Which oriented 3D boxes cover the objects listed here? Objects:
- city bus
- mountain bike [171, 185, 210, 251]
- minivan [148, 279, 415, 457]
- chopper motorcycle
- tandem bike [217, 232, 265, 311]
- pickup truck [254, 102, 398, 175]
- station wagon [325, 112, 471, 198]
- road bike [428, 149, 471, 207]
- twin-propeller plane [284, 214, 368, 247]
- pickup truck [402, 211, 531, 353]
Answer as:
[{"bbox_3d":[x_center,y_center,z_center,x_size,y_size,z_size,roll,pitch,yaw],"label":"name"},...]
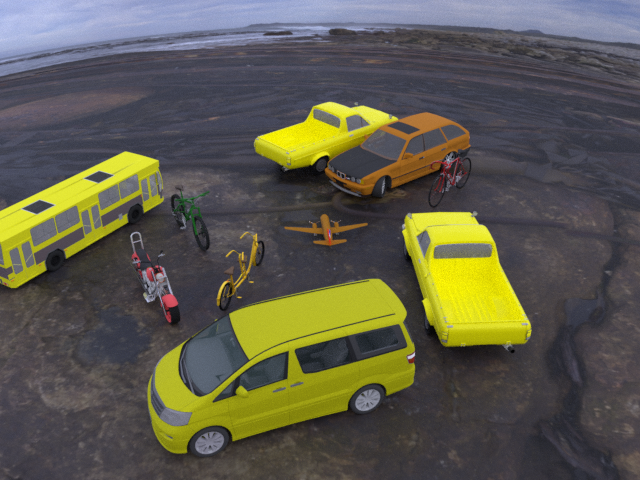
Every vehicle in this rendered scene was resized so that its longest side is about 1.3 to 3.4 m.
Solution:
[{"bbox_3d":[-3.908,-0.384,11.196,0.926,0.894,3.255,17,34,26],"label":"city bus"},{"bbox_3d":[-2.124,-0.432,11.302,0.573,0.868,1.469,-18,35,-27],"label":"mountain bike"},{"bbox_3d":[-0.444,1.365,7.918,3.011,1.197,1.324,-11,32,-18],"label":"minivan"},{"bbox_3d":[-2.318,0.522,9.785,0.466,0.761,1.563,-17,34,-26],"label":"chopper motorcycle"},{"bbox_3d":[-1.129,0.382,10.101,0.283,0.682,1.642,10,32,16],"label":"tandem bike"},{"bbox_3d":[0.200,-2.170,14.139,3.117,0.993,1.244,-24,38,-35],"label":"pickup truck"},{"bbox_3d":[1.526,-1.719,13.441,3.105,0.920,1.327,-23,38,-34],"label":"station wagon"},{"bbox_3d":[2.355,-1.158,12.555,0.358,0.852,1.545,22,37,32],"label":"road bike"},{"bbox_3d":[0.112,-0.208,11.376,1.370,0.407,1.095,-3,31,-5],"label":"twin-propeller plane"},{"bbox_3d":[1.944,0.387,9.785,1.244,0.993,3.117,-2,30,-3],"label":"pickup truck"}]
